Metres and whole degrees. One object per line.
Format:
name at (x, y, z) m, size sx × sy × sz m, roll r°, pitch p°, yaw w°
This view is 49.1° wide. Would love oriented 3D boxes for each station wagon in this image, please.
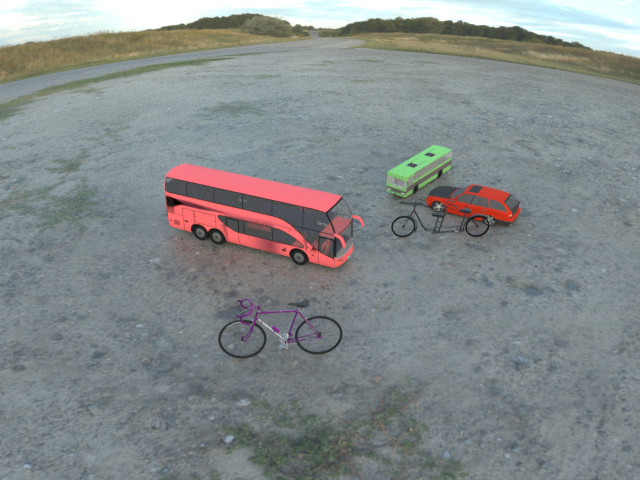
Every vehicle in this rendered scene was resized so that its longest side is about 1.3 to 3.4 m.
station wagon at (2.639, -0.681, 12.115) m, size 1.597 × 0.473 × 0.682 m, roll 17°, pitch 34°, yaw 27°

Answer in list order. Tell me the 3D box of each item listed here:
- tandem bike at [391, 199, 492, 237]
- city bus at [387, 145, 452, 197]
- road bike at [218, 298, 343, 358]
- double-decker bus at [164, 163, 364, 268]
tandem bike at (1.978, -0.340, 11.314) m, size 1.642 × 0.682 × 0.283 m, roll -1°, pitch 30°, yaw -1°
city bus at (1.887, -1.296, 13.197) m, size 0.476 × 0.460 × 1.674 m, roll 22°, pitch 36°, yaw 33°
road bike at (-0.488, 1.100, 8.639) m, size 1.545 × 0.852 × 0.358 m, roll -2°, pitch 30°, yaw -4°
double-decker bus at (-0.949, -0.394, 11.035) m, size 3.251 × 1.052 × 0.756 m, roll 13°, pitch 32°, yaw 22°
